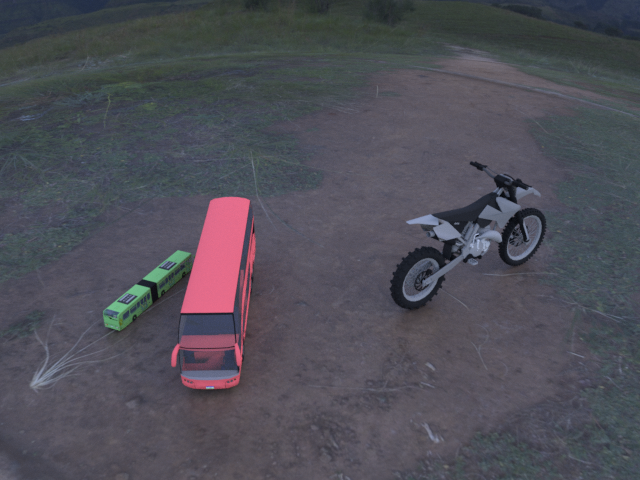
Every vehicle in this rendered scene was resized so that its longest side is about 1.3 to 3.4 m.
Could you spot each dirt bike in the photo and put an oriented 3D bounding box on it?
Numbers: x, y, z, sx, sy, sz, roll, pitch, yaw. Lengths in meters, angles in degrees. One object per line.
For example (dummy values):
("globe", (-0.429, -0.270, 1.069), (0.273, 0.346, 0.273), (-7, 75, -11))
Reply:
("dirt bike", (2.139, -0.097, 9.632), (2.903, 1.666, 1.024), (-18, 34, -29))

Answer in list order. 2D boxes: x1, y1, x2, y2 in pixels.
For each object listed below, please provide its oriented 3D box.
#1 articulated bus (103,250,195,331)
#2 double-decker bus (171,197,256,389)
("articulated bus", (-2.329, 0.663, 9.684), (0.311, 0.289, 1.749), (12, 31, 20))
("double-decker bus", (-1.268, 0.588, 9.033), (0.756, 1.052, 3.251), (-1, 29, -1))
